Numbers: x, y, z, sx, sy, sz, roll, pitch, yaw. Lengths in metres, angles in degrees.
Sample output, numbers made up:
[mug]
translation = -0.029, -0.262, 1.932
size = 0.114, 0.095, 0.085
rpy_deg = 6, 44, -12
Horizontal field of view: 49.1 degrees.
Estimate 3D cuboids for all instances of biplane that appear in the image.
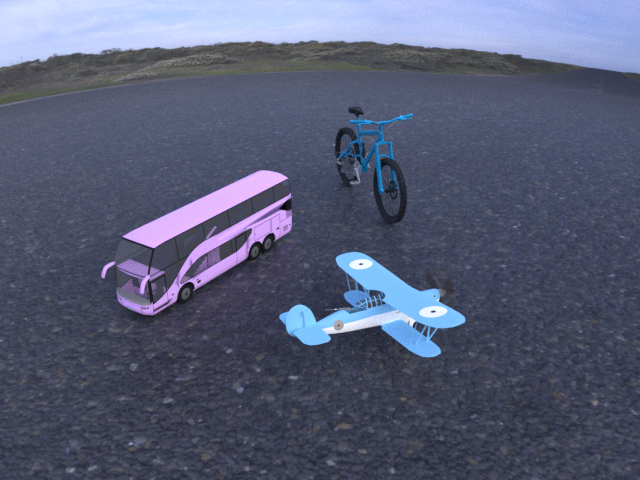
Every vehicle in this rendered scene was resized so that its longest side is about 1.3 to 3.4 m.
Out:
[biplane]
translation = 0.575, 0.845, 8.338
size = 2.120, 0.981, 2.598
rpy_deg = -11, 29, -21

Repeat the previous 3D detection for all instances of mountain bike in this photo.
[mountain bike]
translation = 0.828, -1.448, 12.142
size = 1.114, 1.688, 2.857
rpy_deg = -10, 28, -18

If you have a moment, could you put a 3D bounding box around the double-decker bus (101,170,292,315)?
[double-decker bus]
translation = -1.586, -0.022, 9.996
size = 0.756, 1.052, 3.251
rpy_deg = 17, 31, 30
